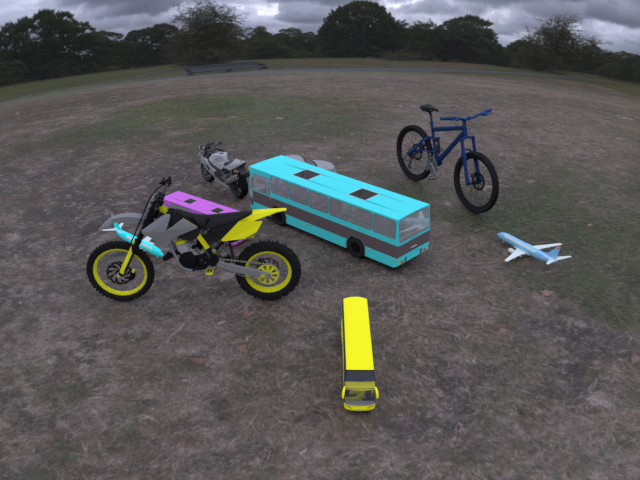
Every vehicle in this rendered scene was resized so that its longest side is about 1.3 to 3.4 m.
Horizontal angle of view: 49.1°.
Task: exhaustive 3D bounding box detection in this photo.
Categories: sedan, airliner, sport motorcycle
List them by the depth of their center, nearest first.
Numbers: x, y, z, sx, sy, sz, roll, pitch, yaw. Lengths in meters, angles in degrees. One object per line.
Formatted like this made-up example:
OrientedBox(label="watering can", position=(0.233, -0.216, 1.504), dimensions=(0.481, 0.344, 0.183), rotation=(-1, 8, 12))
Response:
OrientedBox(label="airliner", position=(3.213, 0.045, 10.820), dimensions=(1.161, 0.429, 1.307), rotation=(-14, 30, -26))
OrientedBox(label="airliner", position=(-2.895, -0.058, 11.026), dimensions=(1.307, 0.429, 1.161), rotation=(21, 33, 35))
OrientedBox(label="sport motorcycle", position=(-1.817, -1.330, 13.145), dimensions=(0.506, 0.821, 1.520), rotation=(-21, 33, -36))
OrientedBox(label="sedan", position=(-0.467, -1.383, 13.630), dimensions=(1.613, 0.483, 0.635), rotation=(-8, 28, -16))

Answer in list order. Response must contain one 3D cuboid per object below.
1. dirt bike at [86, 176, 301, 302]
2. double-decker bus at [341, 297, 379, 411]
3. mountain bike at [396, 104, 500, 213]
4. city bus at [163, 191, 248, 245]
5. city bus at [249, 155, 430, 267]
OrientedBox(label="dirt bike", position=(-1.705, 0.094, 9.332), dimensions=(2.903, 1.666, 1.024), rotation=(-1, 26, -1))
OrientedBox(label="double-decker bus", position=(0.433, 1.308, 8.156), dimensions=(0.389, 0.541, 1.672), rotation=(0, 26, 0))
OrientedBox(label="mountain bike", position=(2.264, -1.611, 12.735), dimensions=(1.114, 1.688, 2.857), rotation=(-14, 30, -26))
OrientedBox(label="city bus", position=(-1.904, -0.355, 11.588), dimensions=(1.674, 0.460, 0.476), rotation=(18, 32, 32))
OrientedBox(label="city bus", position=(0.219, -0.501, 11.395), dimensions=(3.255, 0.894, 0.926), rotation=(23, 34, 38))
